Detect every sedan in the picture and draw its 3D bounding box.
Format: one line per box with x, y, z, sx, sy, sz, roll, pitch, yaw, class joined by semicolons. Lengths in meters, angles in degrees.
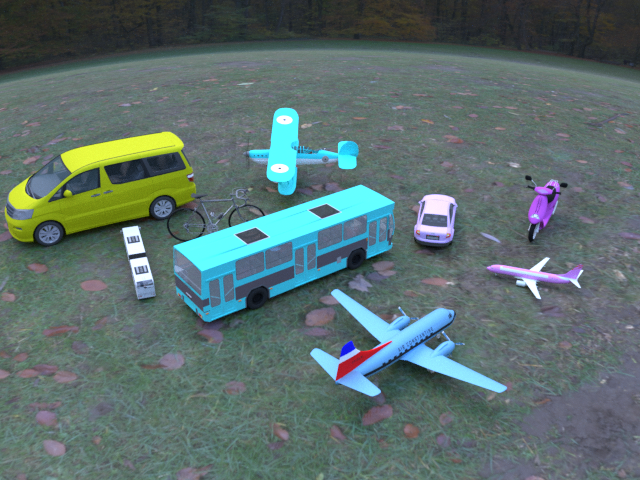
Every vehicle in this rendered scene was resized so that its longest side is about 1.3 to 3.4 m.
1.888;-0.404;11.344;0.635;0.483;1.613;6;30;11;sedan

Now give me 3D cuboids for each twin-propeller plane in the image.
0.946;1.156;8.242;2.129;0.792;2.663;-24;37;-36;twin-propeller plane

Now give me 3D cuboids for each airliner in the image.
3.035;0.420;9.928;1.307;0.429;1.161;11;31;19;airliner

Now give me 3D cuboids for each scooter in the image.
3.616;-0.618;11.282;0.662;0.919;1.399;16;33;26;scooter

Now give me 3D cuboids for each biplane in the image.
-0.354;-1.527;12.842;2.120;0.981;2.598;0;29;0;biplane

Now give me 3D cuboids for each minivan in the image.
-3.611;-0.897;11.494;3.011;1.197;1.324;-15;33;-25;minivan

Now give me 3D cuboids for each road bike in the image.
-1.617;-0.374;10.914;1.545;0.852;0.358;-4;29;-6;road bike

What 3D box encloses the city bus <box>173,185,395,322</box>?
-0.413;0.149;9.935;3.255;0.894;0.926;-20;35;-32;city bus

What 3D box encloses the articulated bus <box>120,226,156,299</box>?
-2.674;0.299;10.288;0.311;0.289;1.749;-10;31;-17;articulated bus
